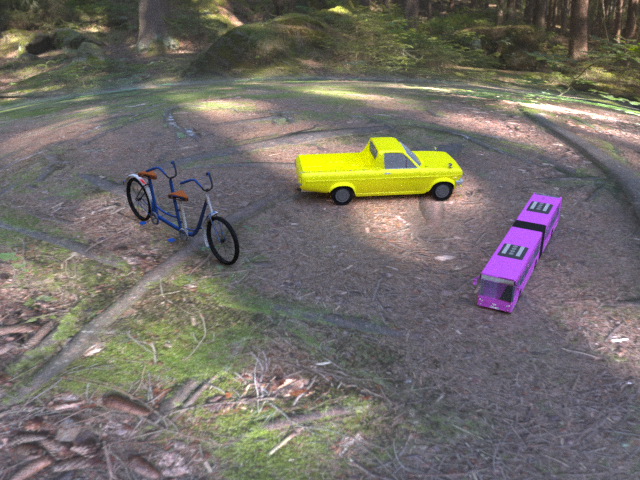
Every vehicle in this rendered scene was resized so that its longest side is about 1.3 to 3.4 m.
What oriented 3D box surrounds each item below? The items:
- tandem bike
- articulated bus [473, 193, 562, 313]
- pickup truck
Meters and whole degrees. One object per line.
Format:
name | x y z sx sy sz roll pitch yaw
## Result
tandem bike | -2.309 -0.601 11.187 0.550 1.326 3.192 -23 34 -39
articulated bus | 3.093 0.085 10.634 0.605 0.561 3.401 13 28 25
pickup truck | 1.087 -1.358 13.167 3.117 0.993 1.244 -3 26 -6
